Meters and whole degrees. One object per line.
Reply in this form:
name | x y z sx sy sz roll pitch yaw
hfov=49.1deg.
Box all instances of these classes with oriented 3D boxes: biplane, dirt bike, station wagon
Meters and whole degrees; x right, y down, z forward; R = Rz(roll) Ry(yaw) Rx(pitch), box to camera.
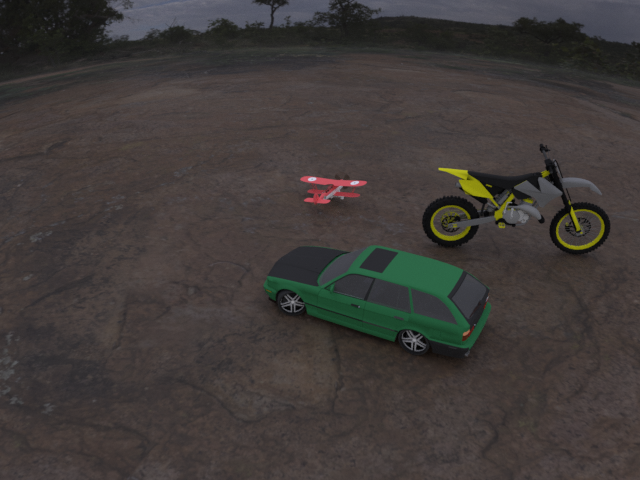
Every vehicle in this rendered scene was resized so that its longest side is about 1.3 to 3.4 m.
biplane | 0.150 -0.873 12.597 1.336 0.504 1.090 16 34 26
dirt bike | 3.084 -0.562 10.911 2.903 1.666 1.024 4 30 6
station wagon | 0.728 0.634 9.597 3.105 0.920 1.327 15 33 23
